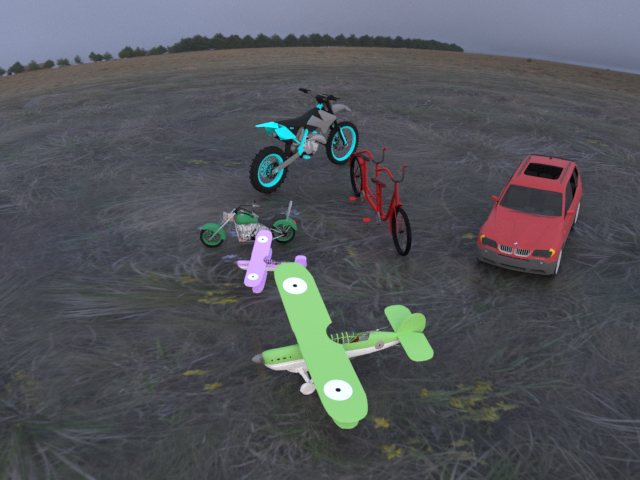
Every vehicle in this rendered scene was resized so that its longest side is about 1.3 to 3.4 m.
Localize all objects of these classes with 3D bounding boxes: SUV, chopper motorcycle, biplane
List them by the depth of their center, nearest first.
[{"bbox_3d":[0.258,1.256,8.153,2.120,0.981,2.598,-8,29,-15],"label":"biplane"},{"bbox_3d":[-0.739,0.385,10.315,1.090,0.504,1.336,2,28,5],"label":"biplane"},{"bbox_3d":[-1.153,-0.258,11.258,1.563,0.761,0.466,-2,28,-3],"label":"chopper motorcycle"},{"bbox_3d":[3.467,-0.499,11.322,1.276,1.128,3.058,13,30,23],"label":"SUV"}]

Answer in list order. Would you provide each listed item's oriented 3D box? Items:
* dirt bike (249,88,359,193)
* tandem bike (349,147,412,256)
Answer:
[{"bbox_3d":[-0.252,-1.983,13.559,2.903,1.666,1.024,-25,37,-39],"label":"dirt bike"},{"bbox_3d":[0.980,-0.912,11.894,0.550,1.326,3.192,-7,29,-13],"label":"tandem bike"}]
